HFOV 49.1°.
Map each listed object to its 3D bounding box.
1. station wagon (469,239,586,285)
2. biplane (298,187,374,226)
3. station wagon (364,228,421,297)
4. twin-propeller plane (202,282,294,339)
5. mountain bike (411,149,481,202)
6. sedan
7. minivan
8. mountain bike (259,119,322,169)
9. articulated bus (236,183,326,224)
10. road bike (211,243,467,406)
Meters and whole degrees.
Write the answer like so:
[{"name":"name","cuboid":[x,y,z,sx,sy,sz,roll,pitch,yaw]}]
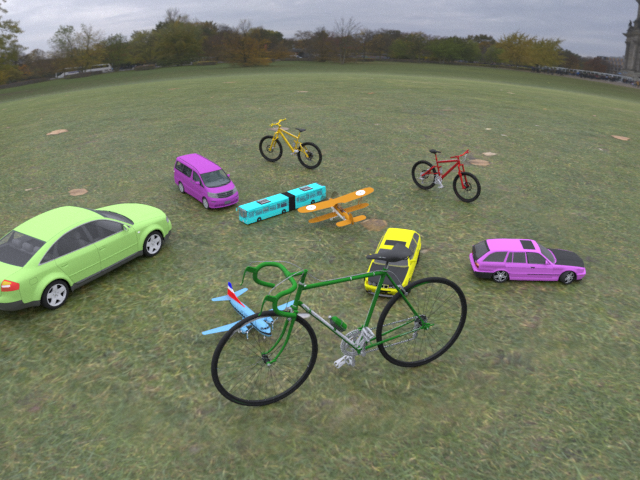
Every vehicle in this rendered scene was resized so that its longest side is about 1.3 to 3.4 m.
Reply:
[{"name":"station wagon","cuboid":[2.977,0.274,10.026,1.597,0.473,0.682,1,26,3]},{"name":"biplane","cuboid":[0.324,-0.468,11.526,1.336,0.504,1.090,-9,27,-18]},{"name":"station wagon","cuboid":[1.063,0.269,10.037,0.682,0.473,1.597,7,27,14]},{"name":"twin-propeller plane","cuboid":[-0.907,0.895,8.820,1.370,0.407,1.095,-17,31,-31]},{"name":"mountain bike","cuboid":[2.267,-1.211,12.643,1.469,0.868,0.573,22,33,38]},{"name":"sedan","cuboid":[-3.470,0.024,10.008,1.235,0.940,3.137,16,30,29]},{"name":"minivan","cuboid":[-2.067,-1.068,12.639,0.681,0.616,1.548,-18,31,-32]},{"name":"mountain bike","cuboid":[-0.608,-1.921,14.112,1.469,0.868,0.573,13,29,25]},{"name":"articulated bus","cuboid":[-0.637,-0.646,12.141,1.749,0.289,0.311,-20,32,-36]},{"name":"road bike","cuboid":[0.296,0.862,7.453,3.004,1.656,0.696,-10,28,-20]}]
